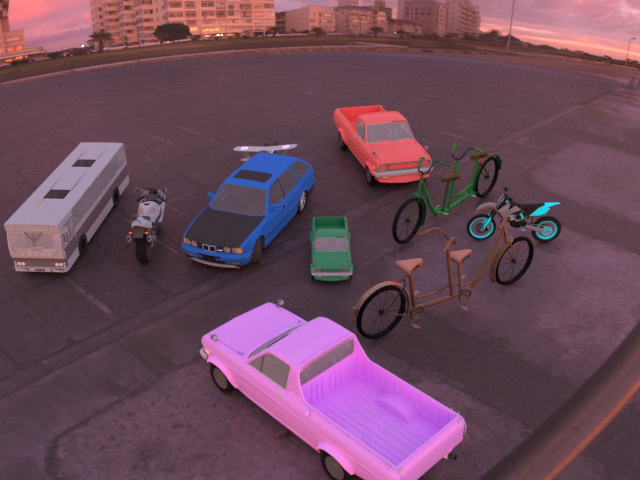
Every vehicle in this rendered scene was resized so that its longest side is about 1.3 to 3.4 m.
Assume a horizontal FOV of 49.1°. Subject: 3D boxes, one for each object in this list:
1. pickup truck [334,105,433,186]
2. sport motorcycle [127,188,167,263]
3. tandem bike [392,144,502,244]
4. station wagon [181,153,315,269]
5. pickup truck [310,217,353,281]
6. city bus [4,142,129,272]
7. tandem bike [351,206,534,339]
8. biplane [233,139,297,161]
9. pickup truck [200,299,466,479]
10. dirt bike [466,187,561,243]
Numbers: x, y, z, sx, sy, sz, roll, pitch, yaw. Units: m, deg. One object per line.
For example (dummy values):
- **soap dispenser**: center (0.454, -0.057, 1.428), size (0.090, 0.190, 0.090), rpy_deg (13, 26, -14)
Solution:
- **pickup truck**: center (1.189, -2.069, 14.043), size (1.244, 0.993, 3.117), rpy_deg (-7, 30, -12)
- **sport motorcycle**: center (-2.690, -0.276, 10.998), size (0.506, 0.821, 1.520), rpy_deg (0, 29, -1)
- **tandem bike**: center (2.220, -0.964, 11.716), size (0.550, 1.326, 3.192), rpy_deg (24, 37, 37)
- **station wagon**: center (-1.113, -0.618, 11.511), size (1.327, 0.920, 3.105), rpy_deg (10, 31, 18)
- **pickup truck**: center (0.164, 0.061, 10.713), size (0.640, 0.511, 1.603), rpy_deg (0, 29, -1)
- **city bus**: center (-4.024, -0.606, 11.517), size (0.926, 0.894, 3.255), rpy_deg (1, 29, 2)
- **tandem bike**: center (1.740, 0.381, 9.300), size (3.192, 1.326, 0.550), rpy_deg (-17, 33, -28)
- **biplane**: center (-1.138, -1.628, 13.753), size (1.336, 0.504, 1.090), rpy_deg (9, 30, 15)
- **pickup truck**: center (0.019, 1.524, 7.587), size (1.244, 0.993, 3.117), rpy_deg (-25, 38, -38)
- **dirt bike**: center (3.096, -0.350, 11.094), size (1.493, 0.857, 0.527), rpy_deg (1, 29, 3)
